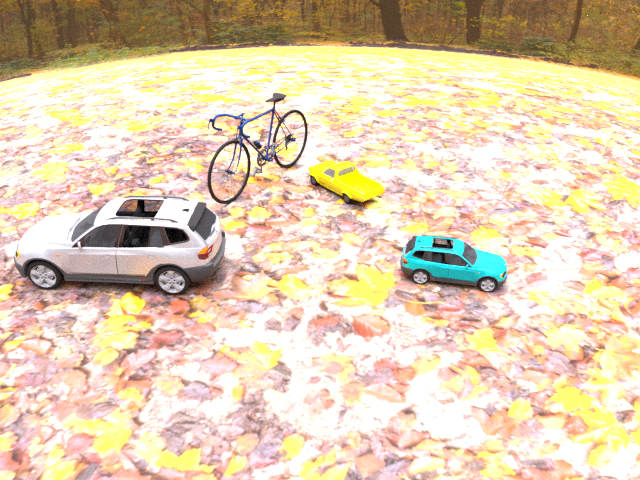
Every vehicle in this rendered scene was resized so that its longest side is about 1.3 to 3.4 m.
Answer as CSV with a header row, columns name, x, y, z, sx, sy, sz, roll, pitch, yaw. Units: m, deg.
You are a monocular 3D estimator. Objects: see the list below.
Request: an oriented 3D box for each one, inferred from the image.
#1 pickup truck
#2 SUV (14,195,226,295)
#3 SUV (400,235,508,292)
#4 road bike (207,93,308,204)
name,x,y,z,sx,sy,sz,roll,pitch,yaw
pickup truck,0.458,-1.122,12.864,0.640,0.511,1.603,-22,37,-33
SUV,-2.944,-0.015,10.349,3.058,1.128,1.276,2,30,4
SUV,1.979,0.306,10.343,1.572,0.580,0.656,6,31,10
road bike,-1.083,-1.798,12.887,0.696,1.656,3.004,18,35,28
